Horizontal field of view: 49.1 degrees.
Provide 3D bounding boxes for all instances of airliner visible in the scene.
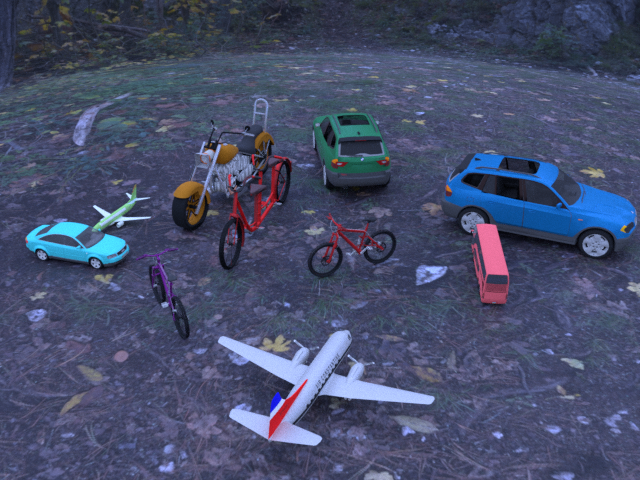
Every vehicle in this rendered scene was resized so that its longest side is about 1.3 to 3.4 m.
[{"bbox_3d":[-3.432,-0.501,11.753,1.161,0.429,1.307,11,31,20],"label":"airliner"}]

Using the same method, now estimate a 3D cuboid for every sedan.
[{"bbox_3d":[-3.719,0.032,10.730,1.613,0.483,0.635,8,30,14],"label":"sedan"}]

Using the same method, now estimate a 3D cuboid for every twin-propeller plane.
[{"bbox_3d":[-0.076,1.484,7.776,2.663,0.792,2.129,12,31,21],"label":"twin-propeller plane"}]

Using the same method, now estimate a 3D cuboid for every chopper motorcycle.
[{"bbox_3d":[-1.653,-1.380,12.260,0.906,1.480,3.040,12,31,21],"label":"chopper motorcycle"}]

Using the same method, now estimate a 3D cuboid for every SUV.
[{"bbox_3d":[3.514,-0.654,11.307,3.058,1.128,1.276,12,31,20],"label":"SUV"},{"bbox_3d":[0.578,-1.946,13.651,1.276,1.128,3.058,-3,29,-6],"label":"SUV"}]

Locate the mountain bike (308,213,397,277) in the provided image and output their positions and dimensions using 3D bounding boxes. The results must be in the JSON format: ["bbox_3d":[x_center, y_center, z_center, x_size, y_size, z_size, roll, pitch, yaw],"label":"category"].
[{"bbox_3d":[0.489,0.059,10.283,1.469,0.868,0.573,-13,31,-22],"label":"mountain bike"}]

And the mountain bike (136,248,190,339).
[{"bbox_3d":[-2.006,0.661,9.190,0.573,0.868,1.469,-15,32,-26],"label":"mountain bike"}]

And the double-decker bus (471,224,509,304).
[{"bbox_3d":[2.459,0.297,10.189,0.389,0.541,1.672,3,29,5],"label":"double-decker bus"}]

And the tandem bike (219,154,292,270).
[{"bbox_3d":[-0.978,-0.731,11.242,0.550,1.326,3.192,8,30,14],"label":"tandem bike"}]
